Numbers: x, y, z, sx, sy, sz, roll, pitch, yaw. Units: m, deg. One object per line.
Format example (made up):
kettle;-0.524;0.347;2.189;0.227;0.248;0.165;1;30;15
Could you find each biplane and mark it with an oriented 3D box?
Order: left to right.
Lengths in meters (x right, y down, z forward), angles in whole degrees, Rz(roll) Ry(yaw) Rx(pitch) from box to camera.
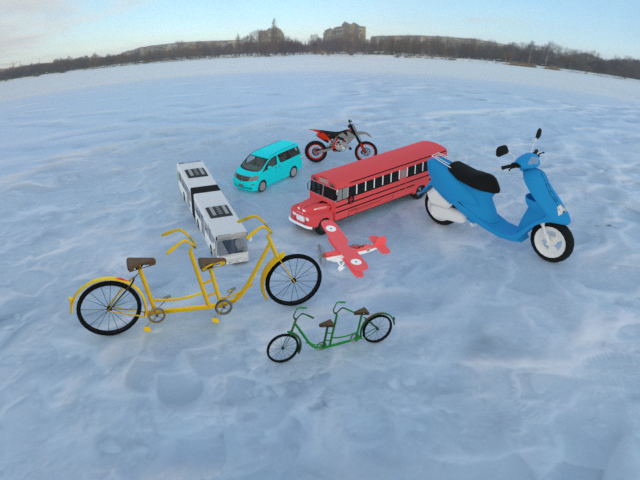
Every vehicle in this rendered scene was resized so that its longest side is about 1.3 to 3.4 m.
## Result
biplane;0.494;0.163;10.291;1.090;0.504;1.336;-11;28;-21

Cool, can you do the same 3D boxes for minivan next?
minivan;-0.999;-1.425;13.401;0.681;0.616;1.548;18;31;32

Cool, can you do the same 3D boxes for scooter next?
scooter;2.701;-0.796;10.792;2.721;1.786;1.288;22;34;38

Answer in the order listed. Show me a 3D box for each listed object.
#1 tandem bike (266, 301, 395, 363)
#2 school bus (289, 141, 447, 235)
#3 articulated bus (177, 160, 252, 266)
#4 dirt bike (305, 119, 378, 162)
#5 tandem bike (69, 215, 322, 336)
tandem bike;0.152;1.046;8.294;1.642;0.682;0.283;-9;28;-18
school bus;0.890;-0.965;12.205;3.322;0.844;0.709;-21;33;-36
articulated bus;-1.851;-0.545;11.669;0.605;0.561;3.401;-9;28;-18
dirt bike;0.429;-1.979;14.253;1.493;0.857;0.527;2;26;3
tandem bike;-1.503;0.445;8.786;3.192;1.326;0.550;-8;27;-15
